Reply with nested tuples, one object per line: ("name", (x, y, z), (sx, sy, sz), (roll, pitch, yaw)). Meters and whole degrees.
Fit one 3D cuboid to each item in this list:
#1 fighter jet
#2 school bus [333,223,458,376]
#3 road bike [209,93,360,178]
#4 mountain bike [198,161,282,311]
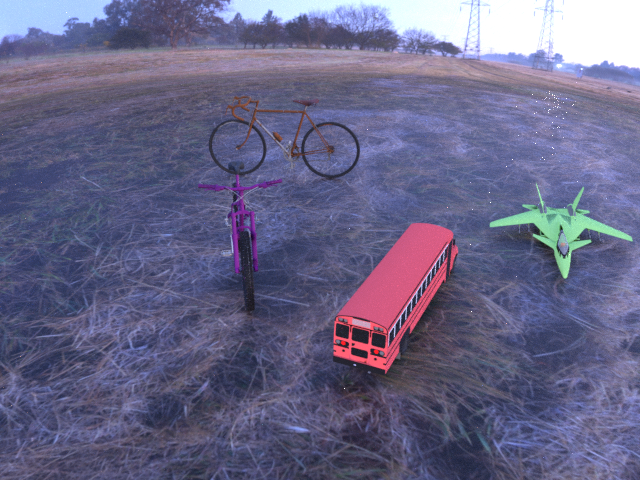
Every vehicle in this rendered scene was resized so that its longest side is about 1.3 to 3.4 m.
("fighter jet", (3.874, -0.170, 11.228), (2.229, 0.557, 2.640), (6, 27, 12))
("school bus", (1.146, 0.597, 9.373), (0.709, 0.844, 3.322), (12, 29, 22))
("road bike", (-0.714, -2.017, 13.695), (3.004, 1.656, 0.697), (2, 27, 5))
("mountain bike", (-1.140, -0.240, 10.103), (1.114, 1.688, 2.857), (-4, 27, -9))
